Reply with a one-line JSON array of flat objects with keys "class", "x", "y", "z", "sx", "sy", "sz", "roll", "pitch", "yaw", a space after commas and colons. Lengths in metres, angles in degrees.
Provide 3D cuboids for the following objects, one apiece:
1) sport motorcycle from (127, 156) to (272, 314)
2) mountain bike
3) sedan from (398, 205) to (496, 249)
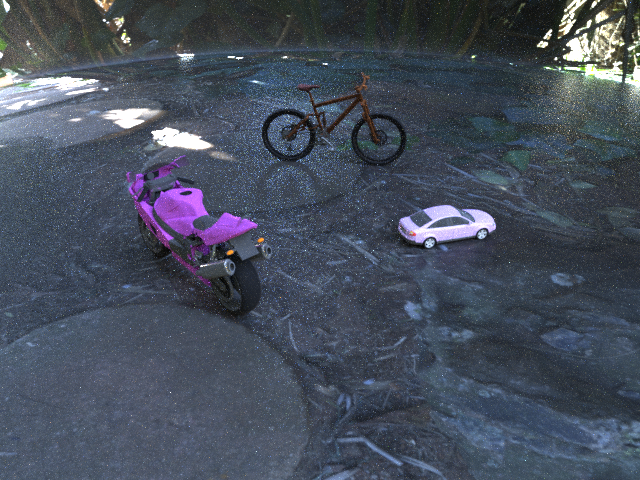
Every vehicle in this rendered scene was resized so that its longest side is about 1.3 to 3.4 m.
[{"class": "sport motorcycle", "x": -1.782, "y": -0.100, "z": 9.758, "sx": 0.983, "sy": 1.596, "sz": 2.955, "roll": -24, "pitch": 37, "yaw": -36}, {"class": "mountain bike", "x": 0.264, "y": -2.271, "z": 13.531, "sx": 2.857, "sy": 1.688, "sz": 1.114, "roll": 4, "pitch": 30, "yaw": 6}, {"class": "sedan", "x": 2.050, "y": -0.276, "z": 11.208, "sx": 1.613, "sy": 0.483, "sz": 0.635, "roll": -9, "pitch": 31, "yaw": -15}]
